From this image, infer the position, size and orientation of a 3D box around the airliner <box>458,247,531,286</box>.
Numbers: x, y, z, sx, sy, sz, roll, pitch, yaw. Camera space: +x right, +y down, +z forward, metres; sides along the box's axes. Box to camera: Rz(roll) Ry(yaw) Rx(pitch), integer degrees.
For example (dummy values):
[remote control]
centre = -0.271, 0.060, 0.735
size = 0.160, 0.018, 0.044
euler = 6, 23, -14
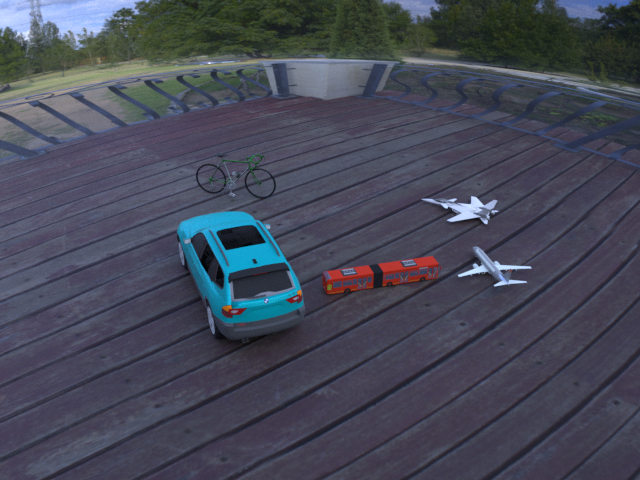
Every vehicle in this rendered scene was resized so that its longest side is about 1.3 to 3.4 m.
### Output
[airliner]
centre = 2.574, 0.319, 10.501
size = 1.161, 0.429, 1.307
euler = -6, 29, -11

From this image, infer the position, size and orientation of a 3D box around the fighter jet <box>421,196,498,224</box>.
[fighter jet]
centre = 2.425, -0.645, 12.402
size = 1.358, 0.286, 1.147
euler = 17, 33, 28

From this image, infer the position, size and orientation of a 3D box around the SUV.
[SUV]
centre = -1.191, 0.262, 9.879
size = 1.276, 1.128, 3.058
euler = -11, 31, -19

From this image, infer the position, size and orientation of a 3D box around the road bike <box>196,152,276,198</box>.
[road bike]
centre = -1.555, -1.195, 12.816
size = 1.545, 0.852, 0.358
euler = 6, 29, 11

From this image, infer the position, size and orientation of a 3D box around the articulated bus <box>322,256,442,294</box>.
[articulated bus]
centre = 0.909, 0.516, 10.288
size = 1.749, 0.289, 0.311
euler = -8, 30, -13
